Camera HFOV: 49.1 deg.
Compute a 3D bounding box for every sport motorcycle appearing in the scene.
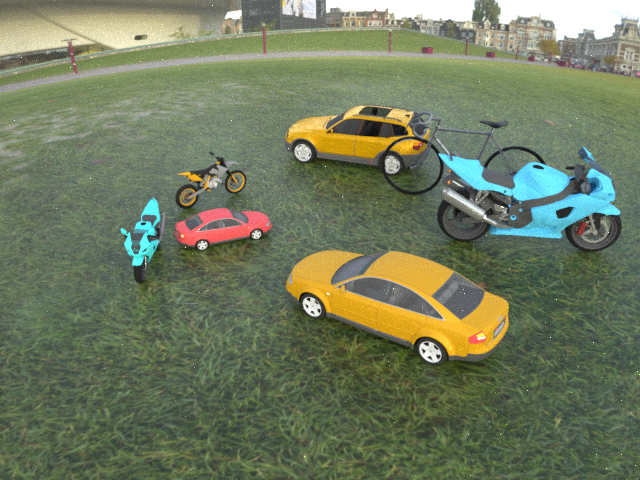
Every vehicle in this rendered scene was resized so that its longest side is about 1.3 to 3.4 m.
[{"bbox_3d":[3.327,-0.619,11.163,2.955,1.596,0.983,5,29,9],"label":"sport motorcycle"},{"bbox_3d":[-2.689,0.002,10.835,0.506,0.821,1.520,0,29,0],"label":"sport motorcycle"}]

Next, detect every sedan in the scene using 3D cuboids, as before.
[{"bbox_3d":[0.964,0.698,9.437,3.137,0.940,1.235,18,33,29],"label":"sedan"},{"bbox_3d":[-1.602,-0.252,11.651,1.613,0.483,0.635,-11,31,-20],"label":"sedan"}]

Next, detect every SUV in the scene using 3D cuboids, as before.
[{"bbox_3d":[0.784,-2.192,14.531,3.058,1.128,1.276,10,30,18],"label":"SUV"}]

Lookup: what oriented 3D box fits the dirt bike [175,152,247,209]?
[{"bbox_3d":[-1.998,-1.110,12.832,1.493,0.857,0.527,-21,35,-33],"label":"dirt bike"}]

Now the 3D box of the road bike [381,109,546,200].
[{"bbox_3d":[2.602,-1.471,12.660,3.004,1.656,0.697,8,30,14],"label":"road bike"}]
